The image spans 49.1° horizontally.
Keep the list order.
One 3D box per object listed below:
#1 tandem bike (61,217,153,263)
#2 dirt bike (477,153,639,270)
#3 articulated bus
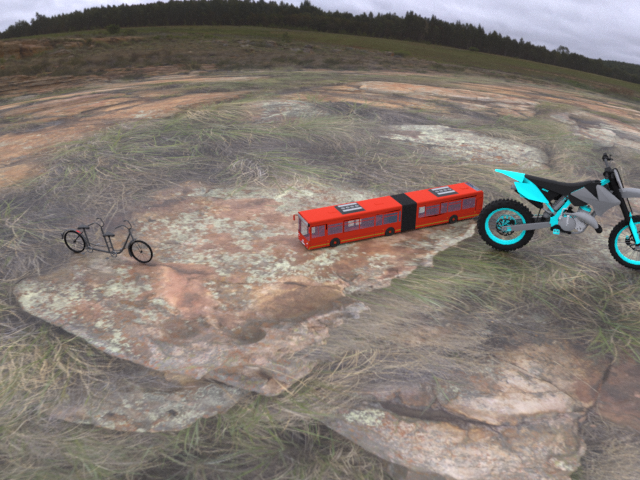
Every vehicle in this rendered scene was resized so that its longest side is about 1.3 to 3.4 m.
[{"bbox_3d":[-3.382,-0.023,11.036,1.642,0.682,0.283,8,28,15],"label":"tandem bike"},{"bbox_3d":[3.925,-0.435,10.759,2.903,1.666,1.024,9,28,17],"label":"dirt bike"},{"bbox_3d":[1.236,-0.440,11.989,3.401,0.561,0.605,-11,29,-21],"label":"articulated bus"}]
